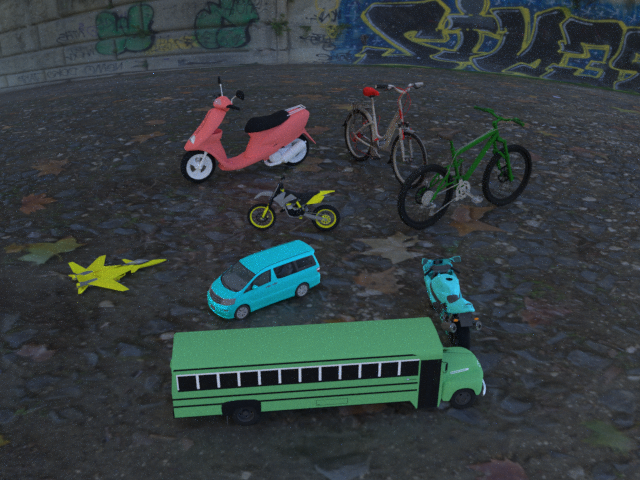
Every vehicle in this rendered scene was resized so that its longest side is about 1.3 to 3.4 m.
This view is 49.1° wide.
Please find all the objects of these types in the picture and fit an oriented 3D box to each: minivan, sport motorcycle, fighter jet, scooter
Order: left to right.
[{"bbox_3d":[-2.847,0.373,9.982,1.358,0.286,1.147,-15,31,-27],"label":"fighter jet"},{"bbox_3d":[-1.342,-2.086,13.122,2.721,1.786,1.288,-13,30,-23],"label":"scooter"},{"bbox_3d":[-0.755,0.514,9.347,1.548,0.616,0.681,-18,32,-31],"label":"minivan"},{"bbox_3d":[1.579,0.761,8.642,0.506,0.821,1.520,-4,27,-7],"label":"sport motorcycle"}]

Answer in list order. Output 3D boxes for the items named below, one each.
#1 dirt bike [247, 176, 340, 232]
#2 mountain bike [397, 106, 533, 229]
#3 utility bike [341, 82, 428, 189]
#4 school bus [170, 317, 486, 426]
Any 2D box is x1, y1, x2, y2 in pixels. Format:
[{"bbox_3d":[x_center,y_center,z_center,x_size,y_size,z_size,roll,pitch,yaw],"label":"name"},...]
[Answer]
[{"bbox_3d":[-0.421,-0.529,11.110,1.493,0.857,0.527,1,27,1],"label":"dirt bike"},{"bbox_3d":[2.450,-1.161,11.432,2.857,1.688,1.114,-15,31,-27],"label":"mountain bike"},{"bbox_3d":[1.261,-2.159,13.205,1.039,1.839,2.791,-15,31,-27],"label":"utility bike"},{"bbox_3d":[0.120,1.362,7.450,3.322,0.844,0.709,-3,27,-5],"label":"school bus"}]
